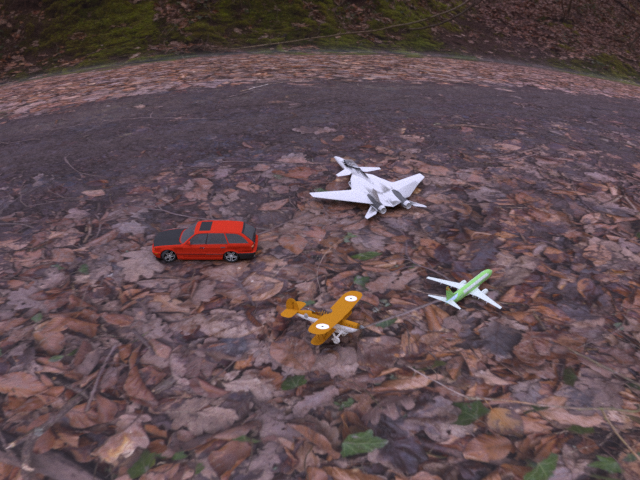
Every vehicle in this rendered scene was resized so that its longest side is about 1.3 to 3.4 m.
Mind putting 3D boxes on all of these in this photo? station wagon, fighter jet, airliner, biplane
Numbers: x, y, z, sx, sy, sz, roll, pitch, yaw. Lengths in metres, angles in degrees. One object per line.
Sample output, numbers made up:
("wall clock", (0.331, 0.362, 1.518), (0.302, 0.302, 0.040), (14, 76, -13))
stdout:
("station wagon", (-1.754, -0.010, 10.663), (1.597, 0.473, 0.682), (0, 29, 0))
("fighter jet", (0.796, -1.208, 12.731), (2.229, 0.557, 2.640), (-11, 31, -20))
("airliner", (2.057, 0.579, 9.649), (1.161, 0.429, 1.307), (23, 36, 35))
("biplane", (0.062, 0.981, 8.849), (1.090, 0.504, 1.336), (13, 32, 22))
